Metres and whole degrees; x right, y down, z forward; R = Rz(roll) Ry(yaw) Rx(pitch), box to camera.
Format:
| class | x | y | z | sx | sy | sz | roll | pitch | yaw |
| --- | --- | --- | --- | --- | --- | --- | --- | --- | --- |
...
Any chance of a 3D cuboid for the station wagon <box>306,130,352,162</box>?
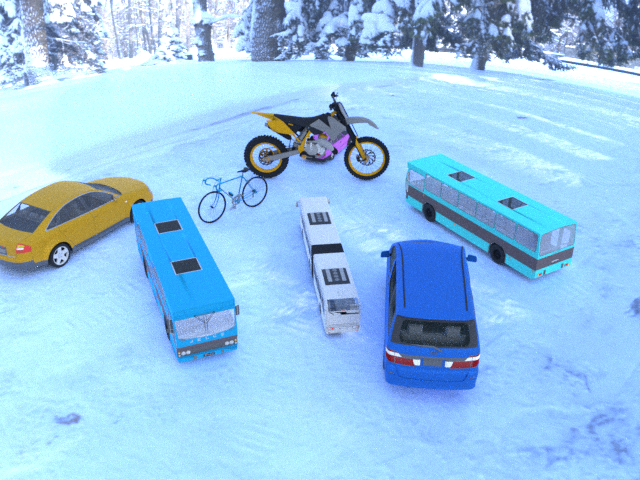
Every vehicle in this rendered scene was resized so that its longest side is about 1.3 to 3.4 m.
| class | x | y | z | sx | sy | sz | roll | pitch | yaw |
| --- | --- | --- | --- | --- | --- | --- | --- | --- | --- |
| station wagon | 0.186 | -2.170 | 15.323 | 0.682 | 0.473 | 1.597 | 13 | 31 | 22 |

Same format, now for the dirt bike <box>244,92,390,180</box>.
| class | x | y | z | sx | sy | sz | roll | pitch | yaw |
| --- | --- | --- | --- | --- | --- | --- | --- | --- | --- |
| dirt bike | -0.069 | -1.967 | 13.713 | 2.903 | 1.666 | 1.024 | 2 | 29 | 3 |

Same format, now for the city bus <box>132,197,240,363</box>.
| class | x | y | z | sx | sy | sz | roll | pitch | yaw |
| --- | --- | --- | --- | --- | --- | --- | --- | --- | --- |
| city bus | -2.015 | 0.471 | 10.075 | 0.926 | 0.894 | 3.255 | -11 | 31 | -19 |

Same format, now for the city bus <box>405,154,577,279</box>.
| class | x | y | z | sx | sy | sz | roll | pitch | yaw |
| --- | --- | --- | --- | --- | --- | --- | --- | --- | --- |
| city bus | 2.724 | -0.454 | 11.759 | 0.926 | 0.894 | 3.255 | -16 | 33 | -27 |

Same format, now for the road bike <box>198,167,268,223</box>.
| class | x | y | z | sx | sy | sz | roll | pitch | yaw |
| --- | --- | --- | --- | --- | --- | --- | --- | --- | --- |
| road bike | -1.544 | -0.842 | 12.510 | 1.545 | 0.852 | 0.358 | -24 | 37 | -37 |

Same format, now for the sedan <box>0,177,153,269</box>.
| class | x | y | z | sx | sy | sz | roll | pitch | yaw |
| --- | --- | --- | --- | --- | --- | --- | --- | --- | --- |
| sedan | -4.139 | -0.493 | 11.783 | 1.235 | 0.940 | 3.137 | 15 | 32 | 26 |

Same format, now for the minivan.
| class | x | y | z | sx | sy | sz | roll | pitch | yaw |
| --- | --- | --- | --- | --- | --- | --- | --- | --- | --- |
| minivan | 1.446 | 0.708 | 9.329 | 1.324 | 1.197 | 3.011 | 3 | 29 | 5 |

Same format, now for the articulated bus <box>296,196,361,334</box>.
| class | x | y | z | sx | sy | sz | roll | pitch | yaw |
| --- | --- | --- | --- | --- | --- | --- | --- | --- | --- |
| articulated bus | 0.095 | 0.259 | 10.806 | 0.605 | 0.561 | 3.401 | -4 | 29 | -7 |
